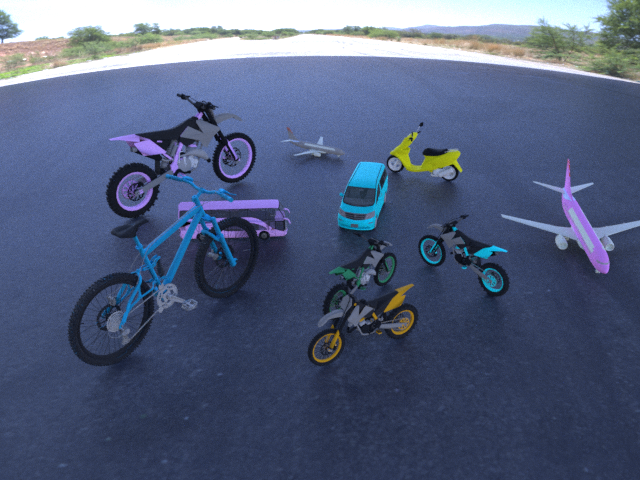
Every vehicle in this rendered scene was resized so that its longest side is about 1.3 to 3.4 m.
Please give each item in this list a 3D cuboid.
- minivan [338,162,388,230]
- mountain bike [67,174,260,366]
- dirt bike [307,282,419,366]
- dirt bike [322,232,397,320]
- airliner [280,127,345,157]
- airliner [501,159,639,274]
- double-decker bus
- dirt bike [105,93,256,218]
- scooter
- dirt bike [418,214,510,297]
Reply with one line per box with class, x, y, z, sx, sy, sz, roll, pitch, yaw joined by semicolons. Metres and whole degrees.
minivan;0.706;-0.713;11.233;0.681;0.616;1.548;6;29;12
mountain bike;-1.730;0.291;8.210;1.114;1.688;2.857;21;34;34
dirt bike;0.519;0.912;7.929;1.493;0.857;0.527;-15;32;-26
dirt bike;0.530;0.404;8.882;0.527;0.857;1.493;22;35;35
airliner;-0.096;-1.904;13.667;1.307;0.429;1.161;13;31;24
airliner;3.901;-0.368;10.354;2.257;0.835;2.541;2;28;3
double-decker bus;-1.284;-0.306;10.549;1.672;0.541;0.389;-2;28;-3
dirt bike;-2.229;-1.442;11.484;2.903;1.666;1.024;-24;36;-37
scooter;1.865;-1.556;12.494;1.399;0.919;0.662;12;30;21
dirt bike;1.900;0.165;9.331;0.527;0.857;1.493;-23;36;-37
